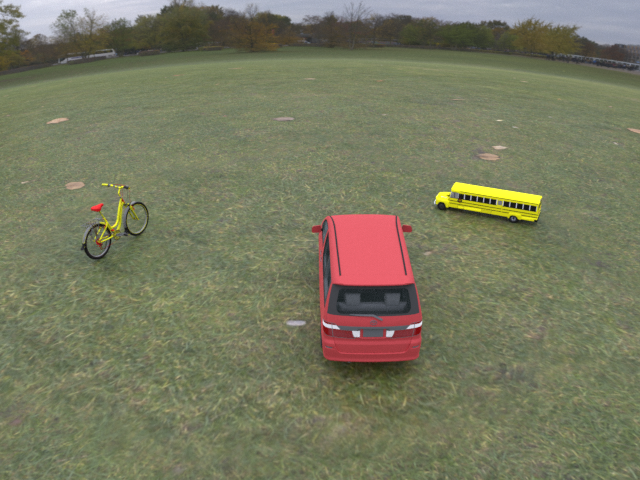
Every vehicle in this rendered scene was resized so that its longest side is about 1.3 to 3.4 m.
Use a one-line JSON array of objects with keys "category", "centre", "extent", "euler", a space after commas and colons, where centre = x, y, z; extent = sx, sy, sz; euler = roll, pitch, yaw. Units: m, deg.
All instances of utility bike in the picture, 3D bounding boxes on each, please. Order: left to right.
[{"category": "utility bike", "centre": [-3.093, -0.335, 10.396], "extent": [0.535, 0.946, 1.435], "euler": [14, 30, 24]}]

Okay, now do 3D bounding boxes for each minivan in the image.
[{"category": "minivan", "centre": [0.558, 0.327, 8.849], "extent": [1.324, 1.197, 3.011], "euler": [0, 27, 0]}]

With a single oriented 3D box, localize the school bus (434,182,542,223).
[{"category": "school bus", "centre": [2.742, -0.627, 11.512], "extent": [1.708, 0.434, 0.365], "euler": [12, 30, 21]}]
